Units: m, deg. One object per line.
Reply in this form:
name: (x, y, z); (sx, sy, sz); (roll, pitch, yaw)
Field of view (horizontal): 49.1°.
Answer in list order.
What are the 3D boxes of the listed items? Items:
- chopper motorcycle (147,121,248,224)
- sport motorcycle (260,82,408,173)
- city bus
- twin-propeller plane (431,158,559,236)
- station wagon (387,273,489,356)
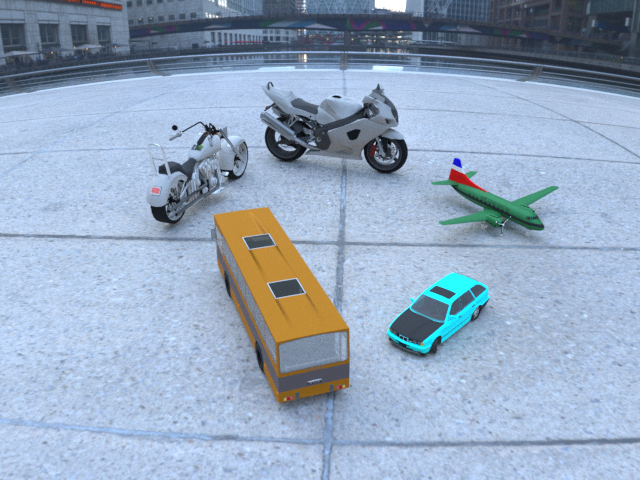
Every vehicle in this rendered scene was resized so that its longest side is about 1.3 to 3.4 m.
chopper motorcycle: (-2.008, -1.367, 11.968); (0.906, 1.480, 3.040); (10, 29, 18)
sport motorcycle: (0.252, -2.166, 13.406); (2.955, 1.596, 0.983); (9, 28, 17)
city bus: (-0.580, 0.671, 8.613); (0.926, 0.894, 3.255); (-9, 28, -17)
twin-propeller plane: (2.833, -0.701, 11.418); (2.663, 0.792, 2.129); (-17, 31, -30)
station wagon: (1.487, 0.859, 8.707); (0.682, 0.473, 1.597); (22, 34, 36)
